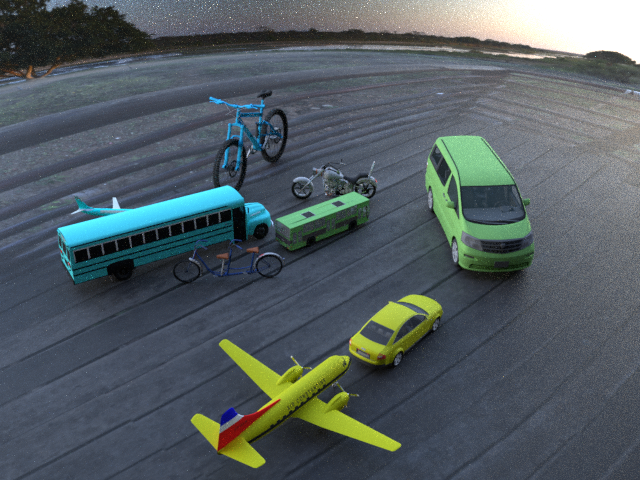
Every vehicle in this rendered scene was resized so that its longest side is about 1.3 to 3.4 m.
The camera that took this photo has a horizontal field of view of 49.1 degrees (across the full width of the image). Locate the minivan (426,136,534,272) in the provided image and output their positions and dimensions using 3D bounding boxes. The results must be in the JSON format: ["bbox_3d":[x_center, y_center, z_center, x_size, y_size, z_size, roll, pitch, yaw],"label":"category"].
[{"bbox_3d":[2.551,-0.652,11.406,1.324,1.197,3.011,-2,30,-4],"label":"minivan"}]

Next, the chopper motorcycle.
[{"bbox_3d":[0.263,-1.084,12.607,1.563,0.761,0.466,2,30,4],"label":"chopper motorcycle"}]

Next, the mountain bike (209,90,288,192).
[{"bbox_3d":[-1.272,-1.952,13.197,1.114,1.688,2.857,12,32,20],"label":"mountain bike"}]

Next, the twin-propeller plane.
[{"bbox_3d":[-0.330,1.695,7.685,2.663,0.792,2.129,23,37,35],"label":"twin-propeller plane"}]

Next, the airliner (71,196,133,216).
[{"bbox_3d":[-3.558,-0.555,12.012,1.307,0.429,1.161,1,30,1],"label":"airliner"}]

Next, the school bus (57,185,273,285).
[{"bbox_3d":[-2.288,-0.150,10.879,3.322,0.844,0.709,-17,34,-28],"label":"school bus"}]

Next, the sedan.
[{"bbox_3d":[1.018,1.092,9.059,0.635,0.483,1.613,22,36,33],"label":"sedan"}]

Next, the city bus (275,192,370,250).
[{"bbox_3d":[0.061,-0.307,11.545,1.674,0.460,0.476,-21,36,-33],"label":"city bus"}]

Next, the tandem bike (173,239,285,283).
[{"bbox_3d":[-1.334,0.301,10.250,1.642,0.682,0.283,-4,30,-6],"label":"tandem bike"}]
